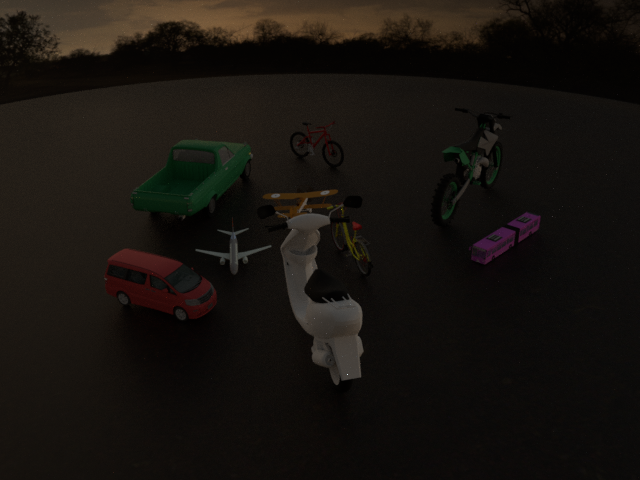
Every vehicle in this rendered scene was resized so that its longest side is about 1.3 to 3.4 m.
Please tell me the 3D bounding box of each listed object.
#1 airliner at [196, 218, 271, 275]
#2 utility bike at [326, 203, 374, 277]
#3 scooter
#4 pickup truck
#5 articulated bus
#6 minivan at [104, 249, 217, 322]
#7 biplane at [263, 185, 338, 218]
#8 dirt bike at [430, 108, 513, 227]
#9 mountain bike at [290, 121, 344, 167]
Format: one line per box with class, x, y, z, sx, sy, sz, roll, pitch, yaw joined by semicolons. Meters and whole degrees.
airliner;-1.318;0.102;10.655;1.161;0.429;1.307;-3;26;-6
utility bike;0.410;-0.062;10.403;0.535;0.946;1.435;-10;28;-20
scooter;-0.029;0.470;8.365;1.288;1.786;2.721;-7;27;-14
pickup truck;-2.243;-1.244;12.758;1.244;0.993;3.117;6;27;13
articulated bus;2.968;-0.047;11.120;0.311;0.289;1.749;22;34;38
minivan;-2.151;0.585;9.460;1.548;0.616;0.681;12;28;22
biplane;-0.382;-0.592;11.985;1.336;0.504;1.090;6;27;11
dirt bike;2.653;-1.376;12.264;1.024;1.666;2.903;16;31;30
mountain bike;-0.082;-2.026;14.496;1.469;0.868;0.573;21;33;36
